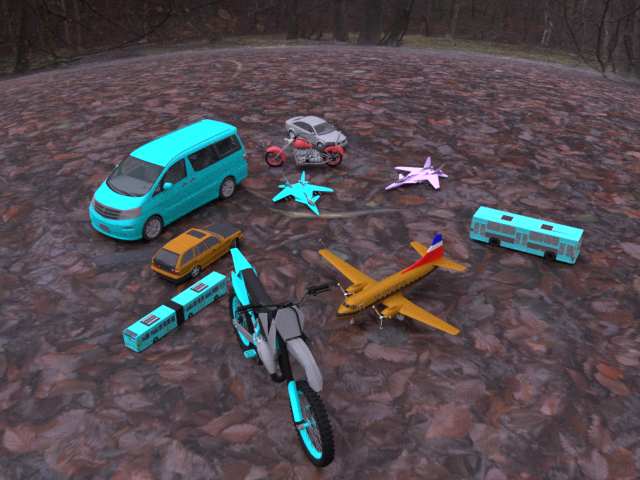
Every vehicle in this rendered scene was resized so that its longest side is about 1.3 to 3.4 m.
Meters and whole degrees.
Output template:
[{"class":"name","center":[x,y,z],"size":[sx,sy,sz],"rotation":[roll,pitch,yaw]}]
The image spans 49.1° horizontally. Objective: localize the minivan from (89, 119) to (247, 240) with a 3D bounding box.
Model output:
[{"class":"minivan","center":[-2.603,-1.088,12.161],"size":[1.324,1.197,3.011],"rotation":[20,36,30]}]

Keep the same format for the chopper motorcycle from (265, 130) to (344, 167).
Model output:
[{"class":"chopper motorcycle","center":[-0.307,-1.795,13.801],"size":[1.563,0.761,0.466],"rotation":[1,30,2]}]

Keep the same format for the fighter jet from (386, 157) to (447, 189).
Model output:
[{"class":"fighter jet","center":[1.757,-1.226,13.299],"size":[1.358,0.286,1.147],"rotation":[-21,36,-31]}]

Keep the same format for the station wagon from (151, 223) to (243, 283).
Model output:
[{"class":"station wagon","center":[-1.874,0.093,10.859],"size":[0.682,0.473,1.597],"rotation":[18,35,28]}]

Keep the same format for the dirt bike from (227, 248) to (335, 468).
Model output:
[{"class":"dirt bike","center":[-0.508,1.139,7.890],"size":[1.024,1.666,2.903],"rotation":[-13,33,-22]}]

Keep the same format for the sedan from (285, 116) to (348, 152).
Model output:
[{"class":"sedan","center":[-0.084,-2.325,14.984],"size":[0.635,0.483,1.613],"rotation":[-25,38,-35]}]

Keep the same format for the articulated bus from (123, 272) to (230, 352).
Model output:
[{"class":"articulated bus","center":[-1.926,0.951,9.574],"size":[0.311,0.289,1.749],"rotation":[19,36,30]}]

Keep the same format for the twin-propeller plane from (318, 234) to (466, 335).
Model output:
[{"class":"twin-propeller plane","center":[1.017,0.553,9.757],"size":[2.129,0.792,2.663],"rotation":[-23,37,-34]}]

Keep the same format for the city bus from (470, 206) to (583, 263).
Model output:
[{"class":"city bus","center":[3.269,-0.073,11.156],"size":[1.674,0.460,0.476],"rotation":[16,34,25]}]

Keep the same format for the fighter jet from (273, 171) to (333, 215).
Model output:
[{"class":"fighter jet","center":[-0.265,-0.827,12.617],"size":[1.147,0.286,1.358],"rotation":[-11,32,-18]}]
